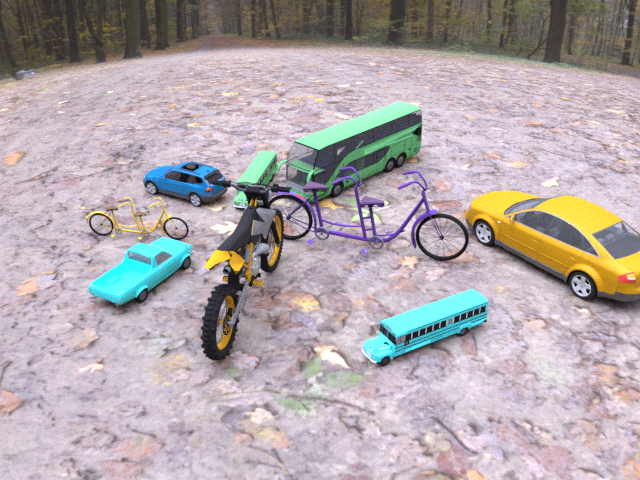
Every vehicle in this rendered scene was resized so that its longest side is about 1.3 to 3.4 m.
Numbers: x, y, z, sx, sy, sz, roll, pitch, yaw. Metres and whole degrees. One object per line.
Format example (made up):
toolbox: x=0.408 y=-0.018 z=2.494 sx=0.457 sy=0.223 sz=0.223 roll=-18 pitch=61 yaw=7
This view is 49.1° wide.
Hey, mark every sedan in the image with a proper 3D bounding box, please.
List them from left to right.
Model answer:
sedan: x=3.486 y=-0.129 z=10.199 sx=1.235 sy=0.940 sz=3.137 roll=-19 pitch=34 yaw=-30

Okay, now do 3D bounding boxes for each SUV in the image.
SUV: x=-2.365 y=-1.060 z=12.224 sx=1.572 sy=0.580 sz=0.656 roll=15 pitch=33 yaw=25

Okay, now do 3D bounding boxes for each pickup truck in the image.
pickup truck: x=-2.456 y=0.376 z=9.737 sx=0.640 sy=0.511 sz=1.603 roll=15 pitch=32 yaw=24

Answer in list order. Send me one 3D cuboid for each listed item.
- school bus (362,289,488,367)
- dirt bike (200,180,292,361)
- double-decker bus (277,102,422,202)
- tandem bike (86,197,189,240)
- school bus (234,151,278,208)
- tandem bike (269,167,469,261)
school bus: x=1.297 y=1.061 z=8.594 sx=1.708 sy=0.434 sz=0.365 roll=-16 pitch=33 yaw=-26
dirt bike: x=-0.942 y=0.161 z=8.939 sx=1.024 sy=1.666 sz=2.903 roll=7 pitch=30 yaw=12
double-decker bus: x=0.658 y=-1.624 z=12.748 sx=0.756 sy=1.052 sz=3.251 roll=25 pitch=38 yaw=37
tandem bike: x=-2.843 y=-0.334 z=10.828 sx=1.642 sy=0.682 sz=0.283 roll=3 pitch=29 yaw=6
school bus: x=-1.132 y=-1.065 z=12.382 sx=0.365 sy=0.434 sz=1.708 roll=6 pitch=30 yaw=10
tandem bike: x=0.612 y=-0.435 z=10.349 sx=3.192 sy=1.326 sz=0.550 roll=8 pitch=30 yaw=14
